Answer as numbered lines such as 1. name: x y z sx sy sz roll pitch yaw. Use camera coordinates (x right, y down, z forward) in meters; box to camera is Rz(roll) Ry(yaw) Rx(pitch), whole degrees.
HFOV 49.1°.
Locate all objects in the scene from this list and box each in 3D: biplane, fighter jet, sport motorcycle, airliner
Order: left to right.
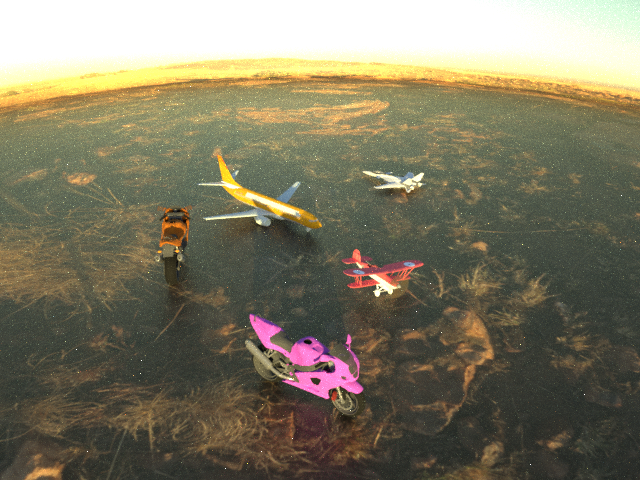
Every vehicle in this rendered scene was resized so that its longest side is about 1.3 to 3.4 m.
1. sport motorcycle: -2.134 0.027 10.257 0.506 0.821 1.520 -2 26 -4
2. airliner: -0.926 -0.796 11.967 2.541 0.835 2.257 21 33 37
3. sport motorcycle: -0.155 1.337 7.513 1.520 0.821 0.506 17 30 32
4. biplane: 0.790 0.448 9.744 1.336 0.504 1.090 -16 30 -30
5. fighter jet: 1.345 -1.253 13.562 1.358 0.286 1.147 21 33 37
